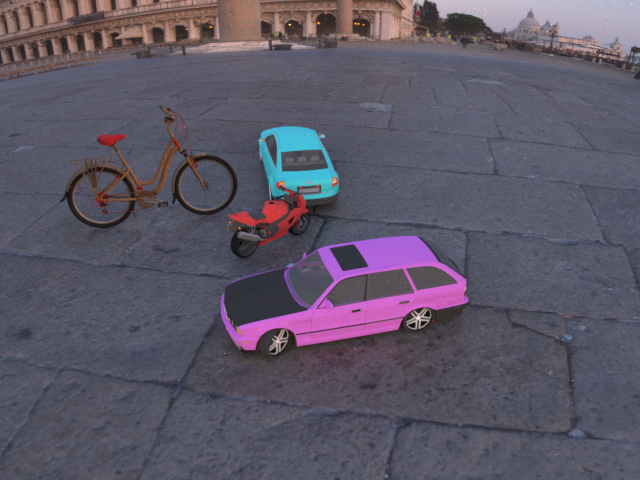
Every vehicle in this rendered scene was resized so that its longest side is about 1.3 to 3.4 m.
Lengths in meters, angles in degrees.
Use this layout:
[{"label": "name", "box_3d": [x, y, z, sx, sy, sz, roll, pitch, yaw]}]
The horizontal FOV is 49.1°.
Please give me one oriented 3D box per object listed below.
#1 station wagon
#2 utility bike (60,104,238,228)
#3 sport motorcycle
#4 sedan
[{"label": "station wagon", "box_3d": [0.287, 0.611, 8.887, 3.105, 0.920, 1.327, -8, 30, -14]}, {"label": "utility bike", "box_3d": [-2.738, -1.174, 11.141, 2.791, 1.839, 1.039, -8, 30, -14]}, {"label": "sport motorcycle", "box_3d": [-0.743, -0.277, 10.578, 1.520, 0.821, 0.506, -23, 37, -35]}, {"label": "sedan", "box_3d": [-0.441, -1.529, 12.699, 1.235, 0.940, 3.137, -5, 30, -9]}]
